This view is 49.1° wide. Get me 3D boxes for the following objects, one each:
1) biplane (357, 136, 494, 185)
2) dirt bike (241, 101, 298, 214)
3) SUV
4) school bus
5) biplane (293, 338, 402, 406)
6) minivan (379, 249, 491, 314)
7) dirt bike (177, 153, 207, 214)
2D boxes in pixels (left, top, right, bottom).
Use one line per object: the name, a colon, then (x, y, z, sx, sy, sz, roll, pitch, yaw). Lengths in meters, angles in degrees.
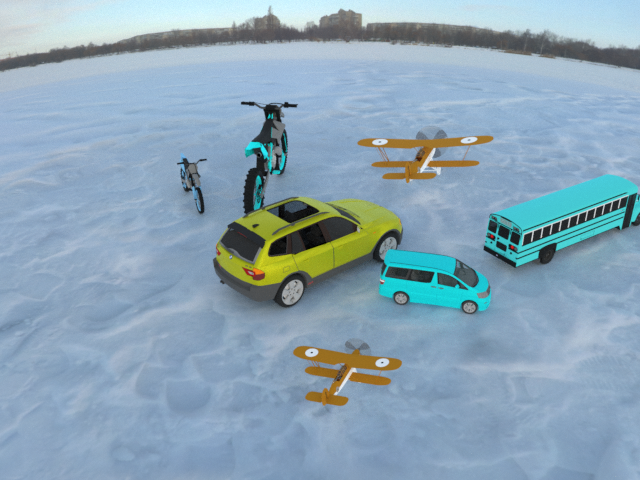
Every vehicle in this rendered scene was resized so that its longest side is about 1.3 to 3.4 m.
biplane: (1.849, -1.500, 13.190, 2.598, 0.981, 2.120, 10, 30, 18)
dirt bike: (-0.963, -1.583, 12.623, 1.024, 1.666, 2.903, 5, 29, 9)
SUV: (-0.101, -0.055, 10.360, 3.058, 1.128, 1.276, -23, 36, -35)
school bus: (4.083, -0.376, 11.254, 3.322, 0.844, 0.709, -17, 33, -29)
biplane: (0.232, 1.556, 8.036, 1.336, 0.504, 1.090, 12, 31, 21)
minivan: (1.614, 0.555, 9.771, 1.548, 0.616, 0.681, 7, 29, 12)
dirt bike: (-2.300, -1.082, 12.546, 0.527, 0.857, 1.493, -11, 30, -20)
